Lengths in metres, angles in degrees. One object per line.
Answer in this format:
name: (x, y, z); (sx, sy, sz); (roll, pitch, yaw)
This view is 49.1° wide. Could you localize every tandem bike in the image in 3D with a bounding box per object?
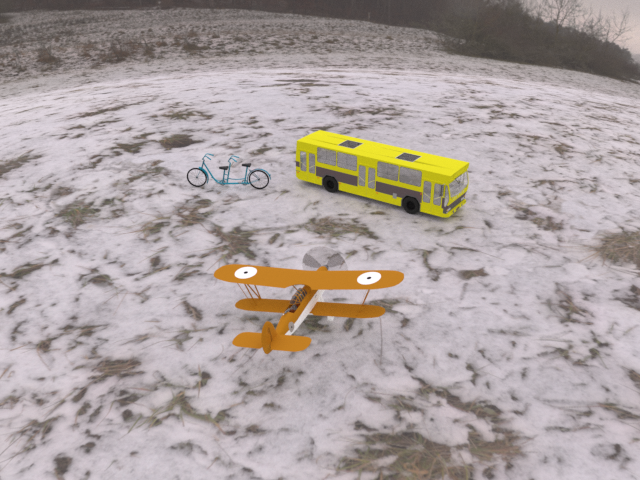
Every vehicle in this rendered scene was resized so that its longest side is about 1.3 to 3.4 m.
tandem bike: (-1.753, -1.303, 13.378); (1.642, 0.682, 0.283); (2, 27, 4)

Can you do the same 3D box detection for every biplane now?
biplane: (-0.309, 0.836, 8.887); (2.598, 0.981, 2.120); (10, 29, 18)

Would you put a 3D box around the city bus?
city bus: (1.087, -1.237, 13.016); (3.255, 0.894, 0.926); (17, 32, 30)
